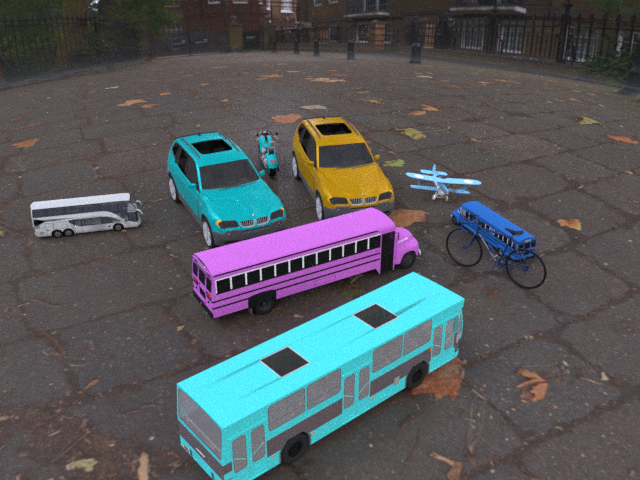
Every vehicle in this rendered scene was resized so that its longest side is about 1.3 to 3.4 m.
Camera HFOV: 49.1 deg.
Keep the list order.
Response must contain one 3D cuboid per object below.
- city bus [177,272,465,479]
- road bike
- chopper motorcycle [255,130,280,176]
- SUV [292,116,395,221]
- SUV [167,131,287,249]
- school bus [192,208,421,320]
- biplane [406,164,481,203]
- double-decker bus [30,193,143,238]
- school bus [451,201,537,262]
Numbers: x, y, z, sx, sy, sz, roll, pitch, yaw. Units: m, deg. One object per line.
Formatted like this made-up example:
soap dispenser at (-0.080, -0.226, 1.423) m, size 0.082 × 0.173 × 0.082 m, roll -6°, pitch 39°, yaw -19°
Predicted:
city bus at (0.137, 1.384, 7.344) m, size 3.255 × 0.894 × 0.926 m, roll -21°, pitch 35°, yaw -35°
road bike at (2.439, 0.140, 9.756) m, size 1.545 × 0.852 × 0.358 m, roll 21°, pitch 34°, yaw 34°
chopper motorcycle at (-1.025, -1.777, 13.498) m, size 0.466 × 0.761 × 1.563 m, roll -6°, pitch 28°, yaw -11°
SUV at (0.322, -1.315, 12.225) m, size 1.276 × 1.128 × 3.058 m, roll -7°, pitch 28°, yaw -12°
SUV at (-1.618, -0.917, 11.468) m, size 1.276 × 1.128 × 3.058 m, roll -13°, pitch 30°, yaw -23°
school bus at (-0.072, 0.242, 9.570) m, size 3.322 × 0.844 × 0.709 m, roll -15°, pitch 31°, yaw -27°
biplane at (2.125, -1.011, 12.317) m, size 1.336 × 0.504 × 1.090 m, roll -3°, pitch 28°, yaw -5°
double-decker bus at (-3.678, -0.399, 11.113) m, size 1.672 × 0.541 × 0.389 m, roll -7°, pitch 29°, yaw -13°
school bus at (2.634, -0.184, 10.820) m, size 0.365 × 0.434 × 1.708 m, roll -12°, pitch 30°, yaw -22°
